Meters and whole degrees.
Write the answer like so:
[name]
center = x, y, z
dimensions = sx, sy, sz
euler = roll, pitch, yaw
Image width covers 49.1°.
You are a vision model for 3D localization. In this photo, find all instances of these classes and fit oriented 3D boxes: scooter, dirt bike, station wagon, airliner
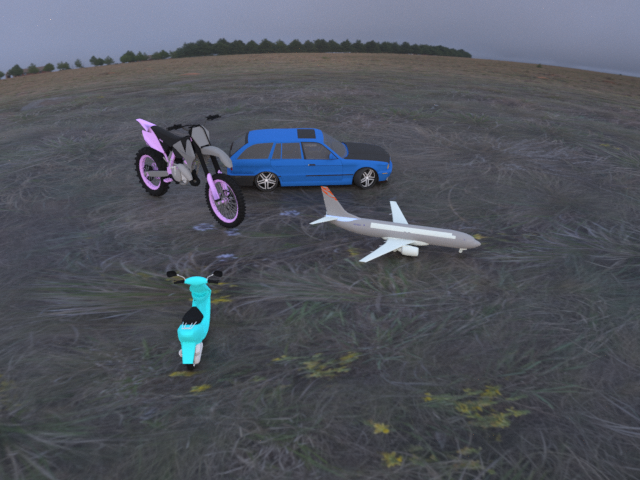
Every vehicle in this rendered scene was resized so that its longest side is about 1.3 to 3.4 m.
[scooter]
center = -1.471, 0.845, 8.274
dimensions = 0.662, 0.919, 1.399
euler = 0, 26, -1
[dirt bike]
center = -2.246, -1.262, 11.706
dimensions = 2.903, 1.666, 1.024
euler = 22, 34, 38
[station wagon]
center = -0.186, -1.574, 13.185
dimensions = 3.105, 0.920, 1.327
euler = -2, 26, -3
[airliner]
center = 1.190, -0.303, 10.700
dimensions = 2.541, 0.835, 2.257
euler = 7, 27, 15
